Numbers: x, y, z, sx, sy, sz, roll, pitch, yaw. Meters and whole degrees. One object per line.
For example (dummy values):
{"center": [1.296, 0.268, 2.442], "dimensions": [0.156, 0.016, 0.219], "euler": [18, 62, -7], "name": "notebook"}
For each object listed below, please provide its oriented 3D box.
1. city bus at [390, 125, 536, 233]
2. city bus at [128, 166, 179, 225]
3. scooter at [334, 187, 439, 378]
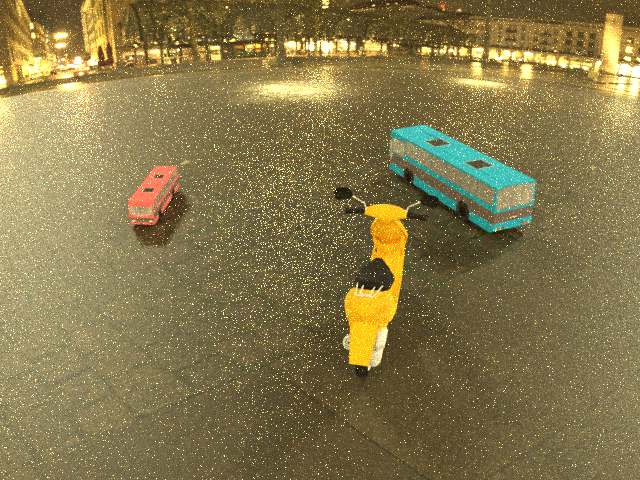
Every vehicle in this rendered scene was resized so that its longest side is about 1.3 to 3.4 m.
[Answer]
{"center": [2.410, -1.137, 12.502], "dimensions": [0.926, 0.894, 3.255], "euler": [-12, 29, -23], "name": "city bus"}
{"center": [-2.895, -0.785, 12.290], "dimensions": [0.476, 0.460, 1.674], "euler": [2, 27, 4], "name": "city bus"}
{"center": [0.730, 0.346, 8.609], "dimensions": [1.288, 1.786, 2.721], "euler": [6, 28, 12], "name": "scooter"}
